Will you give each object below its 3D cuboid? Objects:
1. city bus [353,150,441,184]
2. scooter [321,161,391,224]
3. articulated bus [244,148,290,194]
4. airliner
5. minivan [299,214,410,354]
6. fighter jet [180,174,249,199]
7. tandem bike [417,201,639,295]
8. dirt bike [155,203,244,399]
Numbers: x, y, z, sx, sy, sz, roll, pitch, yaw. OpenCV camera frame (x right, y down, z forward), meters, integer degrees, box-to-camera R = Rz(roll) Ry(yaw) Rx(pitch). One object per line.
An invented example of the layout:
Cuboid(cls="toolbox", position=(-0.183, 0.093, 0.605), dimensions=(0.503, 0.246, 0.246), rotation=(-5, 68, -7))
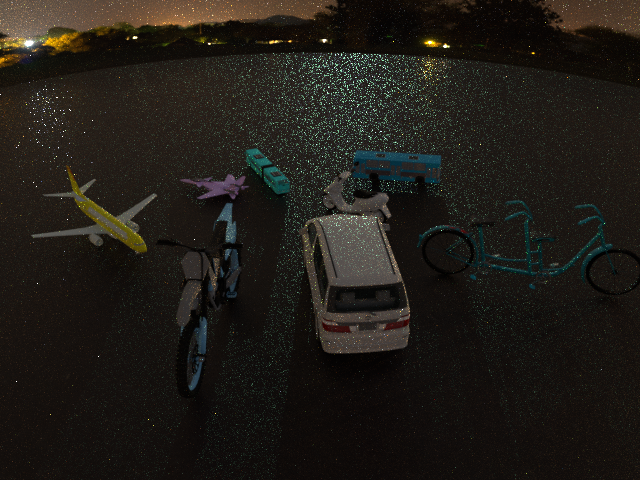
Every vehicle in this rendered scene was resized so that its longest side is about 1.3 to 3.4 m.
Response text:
Cuboid(cls="city bus", position=(1.487, -1.399, 13.544), dimensions=(1.674, 0.460, 0.476), rotation=(5, 30, 8))
Cuboid(cls="scooter", position=(0.607, -0.795, 12.016), dimensions=(1.399, 0.919, 0.662), rotation=(19, 35, 30))
Cuboid(cls="articulated bus", position=(-1.039, -1.355, 13.641), dimensions=(0.311, 0.289, 1.749), rotation=(-13, 32, -22))
Cuboid(cls="airliner", position=(-3.571, -0.494, 11.571), dimensions=(2.257, 0.835, 2.541), rotation=(-25, 38, -36))
Cuboid(cls="minivan", position=(0.419, 0.333, 9.747), dimensions=(1.324, 1.197, 3.011), rotation=(-3, 30, -5))
Cuboid(cls="fighter jet", position=(-2.070, -1.095, 13.184), dimensions=(1.358, 0.286, 1.147), rotation=(12, 32, 20))
Cuboid(cls="tandem bike", position=(3.012, 0.074, 10.073), dimensions=(3.192, 1.326, 0.550), rotation=(7, 30, 12))
Cuboid(cls="dirt bike", position=(-1.370, 0.577, 8.841), dimensions=(1.024, 1.666, 2.903), rotation=(3, 30, 5))
